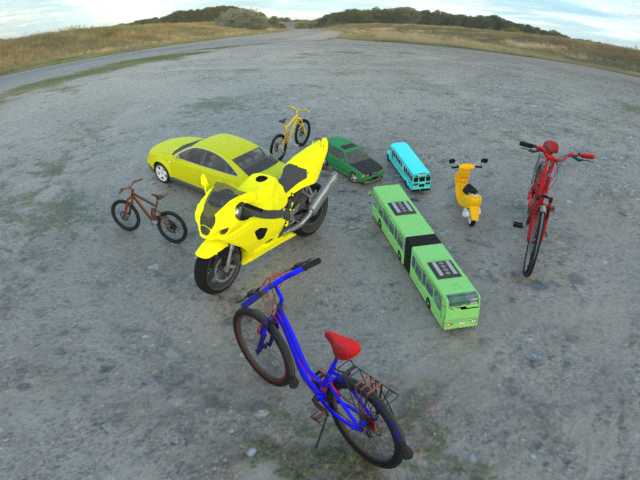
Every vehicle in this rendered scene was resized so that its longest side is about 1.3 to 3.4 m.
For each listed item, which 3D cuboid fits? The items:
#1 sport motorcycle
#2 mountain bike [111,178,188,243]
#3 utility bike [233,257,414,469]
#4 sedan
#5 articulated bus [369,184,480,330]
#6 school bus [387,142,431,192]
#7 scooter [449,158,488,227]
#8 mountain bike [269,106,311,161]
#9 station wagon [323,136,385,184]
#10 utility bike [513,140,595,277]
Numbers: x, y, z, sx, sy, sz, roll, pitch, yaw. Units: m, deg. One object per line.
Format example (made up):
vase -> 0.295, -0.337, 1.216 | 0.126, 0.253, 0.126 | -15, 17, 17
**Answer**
sport motorcycle -> -0.796, -0.398, 10.356 | 0.983, 1.596, 2.955 | 21, 37, 31
mountain bike -> -2.743, -0.434, 11.125 | 1.469, 0.868, 0.573 | 14, 34, 21
utility bike -> -0.152, 1.278, 7.323 | 1.039, 1.839, 2.791 | -26, 39, -36
sedan -> -1.854, -1.399, 12.665 | 3.137, 0.940, 1.235 | 22, 37, 32
articulated bus -> 1.476, 0.123, 10.493 | 0.605, 0.561, 3.401 | -7, 32, -11
school bus -> 1.645, -1.419, 13.189 | 0.365, 0.434, 1.708 | -6, 31, -10
scooter -> 2.495, -0.884, 11.826 | 0.662, 0.919, 1.399 | -1, 31, -2
mountain bike -> -0.582, -2.135, 13.962 | 0.573, 0.868, 1.469 | 17, 35, 25
station wagon -> 0.563, -1.570, 13.403 | 0.682, 0.473, 1.597 | -20, 36, -30
utility bike -> 3.453, -0.718, 10.654 | 1.039, 1.839, 2.791 | 8, 32, 14
